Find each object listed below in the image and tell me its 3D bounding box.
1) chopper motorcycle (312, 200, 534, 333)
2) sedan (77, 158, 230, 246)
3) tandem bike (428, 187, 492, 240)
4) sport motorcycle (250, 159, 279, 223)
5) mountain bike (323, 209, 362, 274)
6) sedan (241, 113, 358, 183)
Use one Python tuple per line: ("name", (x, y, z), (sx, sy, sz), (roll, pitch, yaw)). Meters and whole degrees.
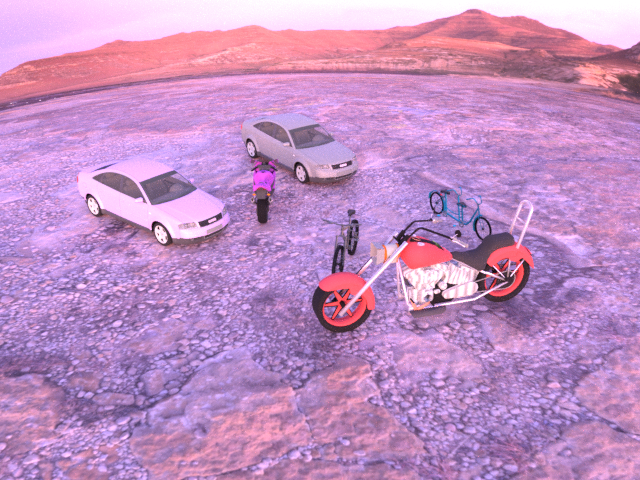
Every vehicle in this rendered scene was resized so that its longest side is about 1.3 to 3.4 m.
("chopper motorcycle", (1.384, 0.326, 9.025), (3.040, 1.480, 0.906), (-7, 27, -15))
("sedan", (-2.869, -0.778, 11.854), (3.137, 0.940, 1.235), (20, 33, 34))
("tandem bike", (2.319, -0.543, 11.671), (0.283, 0.682, 1.642), (-14, 30, -26))
("sport motorcycle", (-0.980, -0.892, 12.216), (0.506, 0.821, 1.520), (0, 26, -1))
("mountain bike", (0.384, 0.015, 10.338), (0.573, 0.868, 1.469), (7, 27, 14))
("sedan", (-0.467, -1.997, 14.307), (1.235, 0.940, 3.137), (-18, 32, -32))
